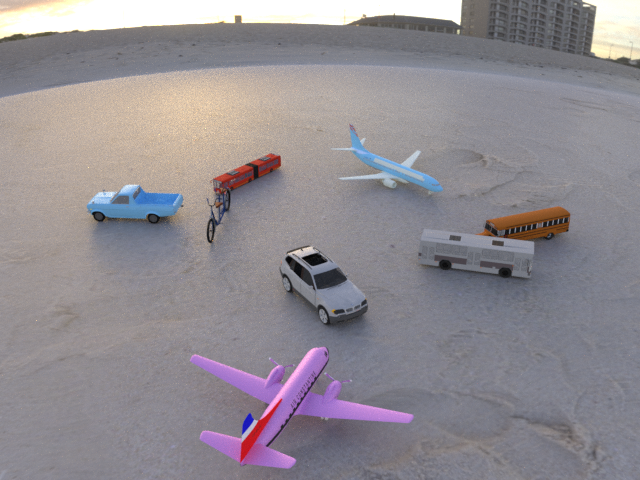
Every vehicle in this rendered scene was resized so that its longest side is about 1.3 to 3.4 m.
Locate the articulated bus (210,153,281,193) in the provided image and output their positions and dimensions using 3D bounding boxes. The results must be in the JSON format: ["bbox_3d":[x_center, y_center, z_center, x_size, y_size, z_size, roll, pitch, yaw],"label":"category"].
[{"bbox_3d":[-1.407,-1.312,13.668,0.311,0.289,1.749,19,33,32],"label":"articulated bus"}]

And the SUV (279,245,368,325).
[{"bbox_3d":[0.027,0.586,9.723,0.656,0.580,1.572,-16,32,-28],"label":"SUV"}]

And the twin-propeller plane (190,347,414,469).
[{"bbox_3d":[-0.341,1.634,7.492,2.663,0.792,2.129,11,30,20],"label":"twin-propeller plane"}]

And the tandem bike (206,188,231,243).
[{"bbox_3d":[-1.699,-0.555,11.795,0.283,0.682,1.642,3,28,5],"label":"tandem bike"}]

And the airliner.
[{"bbox_3d":[1.404,-1.560,13.552,2.257,0.835,2.541,-22,35,-36],"label":"airliner"}]

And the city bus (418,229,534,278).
[{"bbox_3d":[2.346,0.215,10.563,1.674,0.460,0.476,7,28,14],"label":"city bus"}]

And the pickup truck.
[{"bbox_3d":[-3.216,-0.657,12.174,1.603,0.511,0.640,2,28,4],"label":"pickup truck"}]

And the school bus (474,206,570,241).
[{"bbox_3d":[3.250,-0.183,11.351,1.708,0.434,0.365,-11,29,-19],"label":"school bus"}]
